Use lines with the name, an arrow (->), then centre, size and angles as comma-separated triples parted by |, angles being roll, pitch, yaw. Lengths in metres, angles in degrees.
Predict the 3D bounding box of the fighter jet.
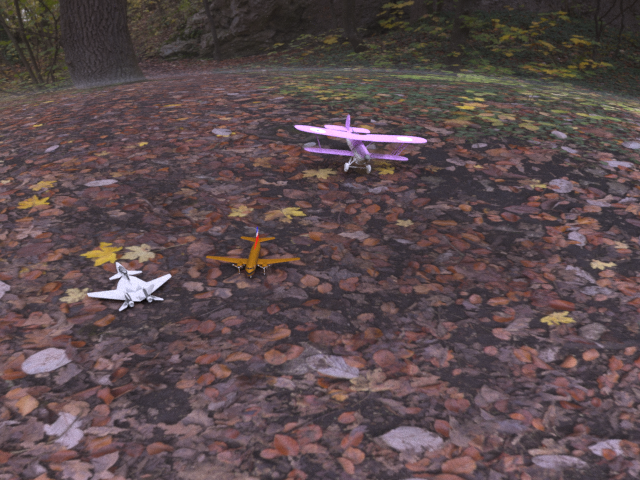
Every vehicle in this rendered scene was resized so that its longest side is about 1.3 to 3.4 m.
fighter jet -> -2.662, 0.513, 9.688 | 1.147, 0.286, 1.358 | -13, 29, -25

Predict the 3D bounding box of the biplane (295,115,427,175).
biplane -> 0.751, -1.924, 13.858 | 2.598, 0.981, 2.120 | -4, 27, -9

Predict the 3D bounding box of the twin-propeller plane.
twin-propeller plane -> -0.966, 0.188, 10.212 | 1.370, 0.407, 1.095 | 1, 26, 2
